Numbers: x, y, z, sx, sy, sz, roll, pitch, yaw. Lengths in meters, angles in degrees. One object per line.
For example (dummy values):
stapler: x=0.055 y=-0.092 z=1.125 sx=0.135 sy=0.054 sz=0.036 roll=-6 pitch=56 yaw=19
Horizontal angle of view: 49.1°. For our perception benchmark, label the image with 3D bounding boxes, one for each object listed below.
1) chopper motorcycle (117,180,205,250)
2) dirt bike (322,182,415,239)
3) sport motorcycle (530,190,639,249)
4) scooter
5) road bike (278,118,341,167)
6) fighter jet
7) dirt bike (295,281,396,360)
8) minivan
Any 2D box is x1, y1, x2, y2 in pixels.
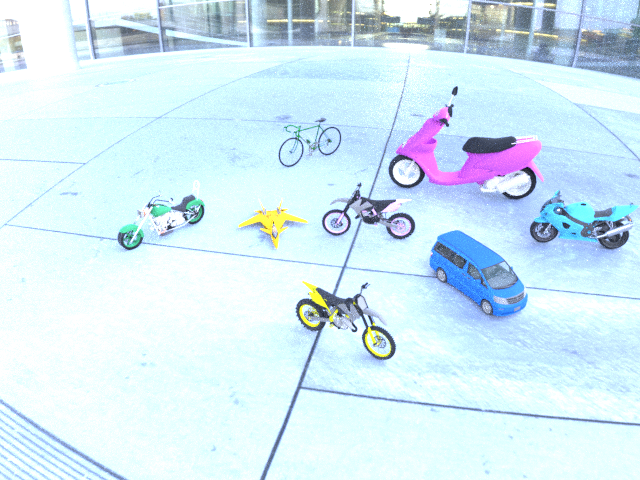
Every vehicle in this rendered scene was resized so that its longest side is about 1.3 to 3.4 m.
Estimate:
chopper motorcycle: x=-2.522 y=-0.406 z=11.177 sx=1.563 sy=0.761 sz=0.466 roll=-24 pitch=38 yaw=-35
dirt bike: x=0.773 y=-0.416 z=11.097 sx=1.493 sy=0.857 sz=0.527 roll=3 pitch=30 yaw=5
sport motorcycle: x=4.079 y=-0.278 z=10.895 sx=1.520 sy=0.821 sz=0.506 roll=5 pitch=30 yaw=9
scooter: x=2.577 y=-1.627 z=12.267 sx=2.721 sy=1.786 sz=1.288 roll=7 pitch=31 yaw=12
road bike: x=-0.182 y=-1.958 z=13.775 sx=1.545 sy=0.852 sz=0.358 roll=-21 pitch=36 yaw=-32
fighter jet: x=-0.757 y=-0.271 z=11.417 sx=1.147 sy=0.286 sz=1.358 roll=-4 pitch=30 yaw=-6
dirt bike: x=0.305 y=0.946 z=8.737 sx=1.493 sy=0.857 sz=0.527 roll=19 pitch=35 yaw=30
minivan: x=2.227 y=0.451 z=9.837 sx=0.681 sy=0.616 sz=1.548 roll=-17 pitch=34 yaw=-27
